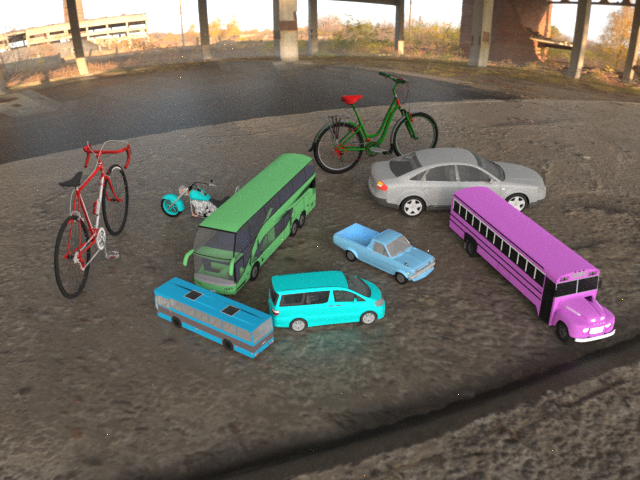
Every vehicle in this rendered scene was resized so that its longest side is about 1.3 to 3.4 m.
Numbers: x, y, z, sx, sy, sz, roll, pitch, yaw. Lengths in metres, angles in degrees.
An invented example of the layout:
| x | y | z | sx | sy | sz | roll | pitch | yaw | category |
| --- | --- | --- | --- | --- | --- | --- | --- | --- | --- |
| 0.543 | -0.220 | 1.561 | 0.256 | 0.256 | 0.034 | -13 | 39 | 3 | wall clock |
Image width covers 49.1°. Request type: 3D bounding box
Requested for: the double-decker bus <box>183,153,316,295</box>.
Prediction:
| x | y | z | sx | sy | sz | roll | pitch | yaw | category |
| --- | --- | --- | --- | --- | --- | --- | --- | --- | --- |
| -0.939 | -0.307 | 10.809 | 0.756 | 1.052 | 3.251 | 11 | 30 | 19 | double-decker bus |

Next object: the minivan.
| x | y | z | sx | sy | sz | roll | pitch | yaw | category |
| --- | --- | --- | --- | --- | --- | --- | --- | --- | --- |
| 0.097 | 0.765 | 9.295 | 1.548 | 0.616 | 0.681 | -5 | 29 | -9 | minivan |

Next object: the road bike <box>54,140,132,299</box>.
| x | y | z | sx | sy | sz | roll | pitch | yaw | category |
| --- | --- | --- | --- | --- | --- | --- | --- | --- | --- |
| -3.357 | -0.421 | 10.386 | 0.696 | 1.656 | 3.004 | 2 | 29 | 3 | road bike |

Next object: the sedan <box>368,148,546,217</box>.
| x | y | z | sx | sy | sz | roll | pitch | yaw | category |
| --- | --- | --- | --- | --- | --- | --- | --- | --- | --- |
| 2.429 | -1.090 | 12.367 | 3.137 | 0.940 | 1.235 | -2 | 29 | -3 | sedan |

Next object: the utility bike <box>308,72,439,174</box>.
| x | y | z | sx | sy | sz | roll | pitch | yaw | category |
| --- | --- | --- | --- | --- | --- | --- | --- | --- | --- |
| 1.047 | -2.302 | 13.654 | 2.791 | 1.839 | 1.039 | -10 | 30 | -18 | utility bike |

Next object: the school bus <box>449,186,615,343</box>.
| x | y | z | sx | sy | sz | roll | pitch | yaw | category |
| --- | --- | --- | --- | --- | --- | --- | --- | --- | --- |
| 2.938 | 0.257 | 9.990 | 0.709 | 0.844 | 3.322 | -9 | 30 | -17 | school bus |

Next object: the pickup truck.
| x | y | z | sx | sy | sz | roll | pitch | yaw | category |
| --- | --- | --- | --- | --- | --- | --- | --- | --- | --- |
| 0.948 | 0.129 | 10.573 | 1.603 | 0.511 | 0.640 | 24 | 37 | 37 | pickup truck |

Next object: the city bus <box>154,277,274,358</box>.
| x | y | z | sx | sy | sz | roll | pitch | yaw | category |
| --- | --- | --- | --- | --- | --- | --- | --- | --- | --- |
| -1.385 | 0.998 | 9.029 | 1.674 | 0.460 | 0.476 | 18 | 33 | 29 | city bus |

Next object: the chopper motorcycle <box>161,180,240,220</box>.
| x | y | z | sx | sy | sz | roll | pitch | yaw | category |
| --- | --- | --- | --- | --- | --- | --- | --- | --- | --- |
| -1.982 | -0.658 | 11.759 | 1.563 | 0.761 | 0.466 | 10 | 30 | 17 | chopper motorcycle |
